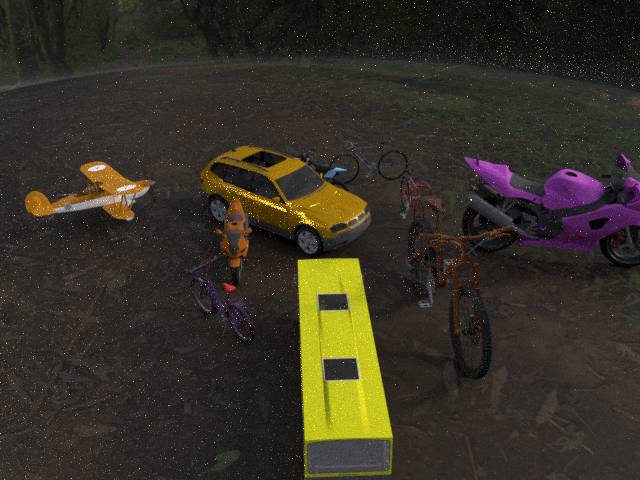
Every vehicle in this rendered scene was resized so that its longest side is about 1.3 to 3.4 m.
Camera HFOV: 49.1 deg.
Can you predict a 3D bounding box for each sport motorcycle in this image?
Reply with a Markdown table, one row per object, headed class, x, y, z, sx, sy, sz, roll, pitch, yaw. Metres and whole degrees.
| class | x | y | z | sx | sy | sz | roll | pitch | yaw |
| --- | --- | --- | --- | --- | --- | --- | --- | --- | --- |
| sport motorcycle | -1.256 | 0.014 | 10.419 | 0.506 | 0.821 | 1.520 | -2 | 28 | -4 |
| sport motorcycle | 3.584 | -0.440 | 10.445 | 2.955 | 1.596 | 0.983 | 7 | 29 | 13 |

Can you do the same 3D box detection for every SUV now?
| class | x | y | z | sx | sy | sz | roll | pitch | yaw |
| --- | --- | --- | --- | --- | --- | --- | --- | --- | --- |
| SUV | -0.626 | -0.752 | 11.521 | 3.058 | 1.128 | 1.276 | 19 | 34 | 32 |

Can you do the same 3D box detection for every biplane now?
| class | x | y | z | sx | sy | sz | roll | pitch | yaw |
| --- | --- | --- | --- | --- | --- | --- | --- | --- | --- |
| biplane | -3.761 | -0.720 | 11.617 | 2.120 | 0.981 | 2.598 | -16 | 32 | -28 |

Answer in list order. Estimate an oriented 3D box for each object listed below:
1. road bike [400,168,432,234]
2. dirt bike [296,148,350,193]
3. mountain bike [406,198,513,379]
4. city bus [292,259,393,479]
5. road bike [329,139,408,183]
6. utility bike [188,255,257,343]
| class | x | y | z | sx | sy | sz | roll | pitch | yaw |
| --- | --- | --- | --- | --- | --- | --- | --- | --- | --- |
| road bike | 1.546 | -0.713 | 11.740 | 0.358 | 0.852 | 1.545 | -4 | 28 | -7 |
| dirt bike | -0.087 | -1.134 | 12.519 | 1.493 | 0.857 | 0.527 | 18 | 33 | 30 |
| mountain bike | 1.576 | 0.398 | 8.788 | 1.114 | 1.688 | 2.857 | -5 | 29 | -9 |
| city bus | 0.181 | 1.391 | 7.778 | 0.926 | 0.894 | 3.255 | -1 | 28 | -2 |
| road bike | 0.919 | -1.488 | 13.182 | 1.545 | 0.852 | 0.358 | -5 | 29 | -10 |
| utility bike | -1.304 | 0.747 | 8.923 | 0.535 | 0.946 | 1.435 | -23 | 36 | -36 |
